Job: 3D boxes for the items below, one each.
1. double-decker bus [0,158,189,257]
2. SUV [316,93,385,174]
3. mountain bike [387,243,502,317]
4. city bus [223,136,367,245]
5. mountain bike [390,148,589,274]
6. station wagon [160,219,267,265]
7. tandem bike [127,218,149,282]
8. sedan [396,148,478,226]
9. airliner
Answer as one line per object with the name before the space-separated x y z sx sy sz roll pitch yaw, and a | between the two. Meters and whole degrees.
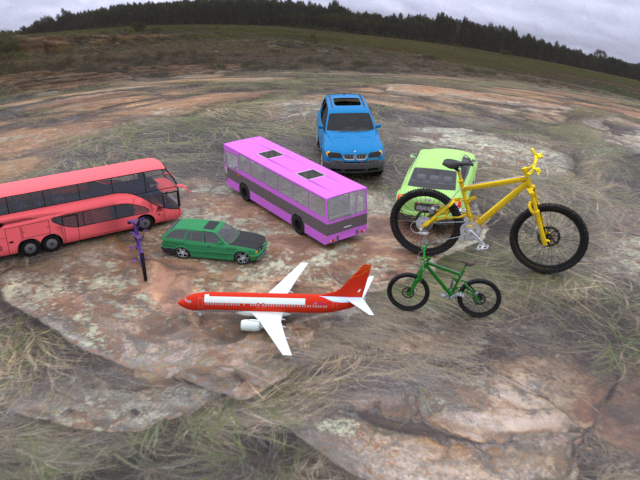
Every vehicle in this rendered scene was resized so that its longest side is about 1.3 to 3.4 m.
double-decker bus | -3.746 -0.554 11.137 3.251 1.052 0.756 -14 30 -27
SUV | 0.579 -2.251 14.524 1.276 1.128 3.058 -1 26 -3
mountain bike | 1.606 0.573 9.039 1.469 0.868 0.573 4 26 9
city bus | -0.513 -0.887 11.999 0.926 0.894 3.255 -17 31 -31
mountain bike | 2.421 -0.407 10.112 2.857 1.688 1.114 8 27 16
station wagon | -1.606 -0.014 10.691 1.597 0.473 0.682 5 27 10
tandem bike | -2.694 0.012 10.400 0.283 0.682 1.642 -8 27 -17
sedan | 2.132 -1.138 12.460 1.235 0.940 3.137 7 27 15
airliner | -0.582 0.645 8.929 2.541 0.835 2.257 2 26 4
